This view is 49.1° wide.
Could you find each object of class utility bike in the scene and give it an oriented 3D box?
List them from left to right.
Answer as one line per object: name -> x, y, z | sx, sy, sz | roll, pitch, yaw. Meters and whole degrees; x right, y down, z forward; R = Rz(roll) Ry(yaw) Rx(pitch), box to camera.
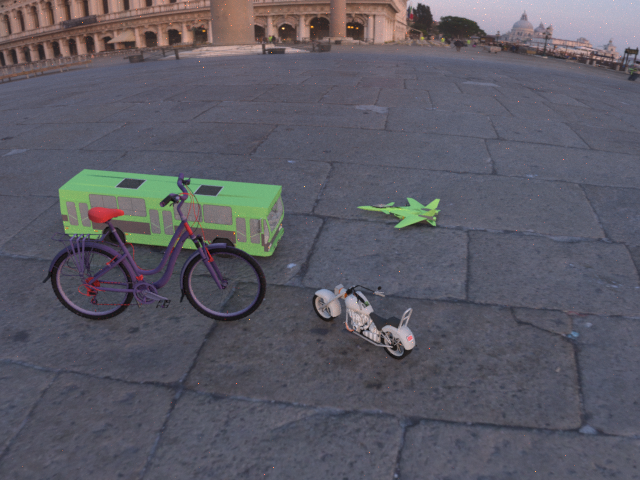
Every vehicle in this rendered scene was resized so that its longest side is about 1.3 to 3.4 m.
utility bike -> -2.056, 0.142, 8.597 | 2.791, 1.839, 1.039 | 1, 28, 1

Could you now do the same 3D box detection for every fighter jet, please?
fighter jet -> 1.268, -0.533, 11.469 | 1.358, 0.286, 1.147 | 8, 29, 14

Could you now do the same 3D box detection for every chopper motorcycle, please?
chopper motorcycle -> 0.496, 0.864, 8.396 | 0.466, 0.761, 1.563 | -25, 37, -38

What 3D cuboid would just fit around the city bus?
city bus -> -2.214, -0.391, 10.570 | 3.255, 0.894, 0.926 | 6, 29, 10
